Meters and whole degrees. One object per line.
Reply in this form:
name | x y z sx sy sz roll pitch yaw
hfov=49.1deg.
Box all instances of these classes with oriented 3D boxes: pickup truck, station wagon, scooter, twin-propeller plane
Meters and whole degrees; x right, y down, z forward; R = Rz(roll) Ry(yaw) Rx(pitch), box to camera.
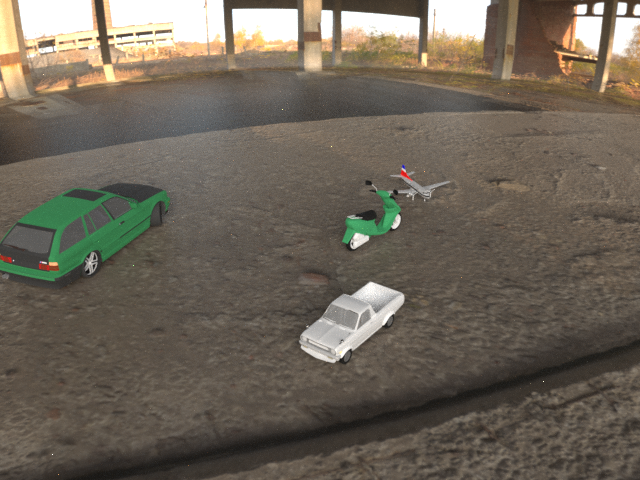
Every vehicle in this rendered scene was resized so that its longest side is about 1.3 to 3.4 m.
pickup truck | 0.433 0.972 8.856 0.640 0.511 1.603 19 32 32
station wagon | -3.573 -0.321 10.953 1.327 0.920 3.105 10 28 18
scooter | 0.862 -0.401 11.113 0.662 0.919 1.399 24 35 38
twin-propeller plane | 1.751 -1.047 12.954 1.370 0.407 1.095 -10 29 -20
